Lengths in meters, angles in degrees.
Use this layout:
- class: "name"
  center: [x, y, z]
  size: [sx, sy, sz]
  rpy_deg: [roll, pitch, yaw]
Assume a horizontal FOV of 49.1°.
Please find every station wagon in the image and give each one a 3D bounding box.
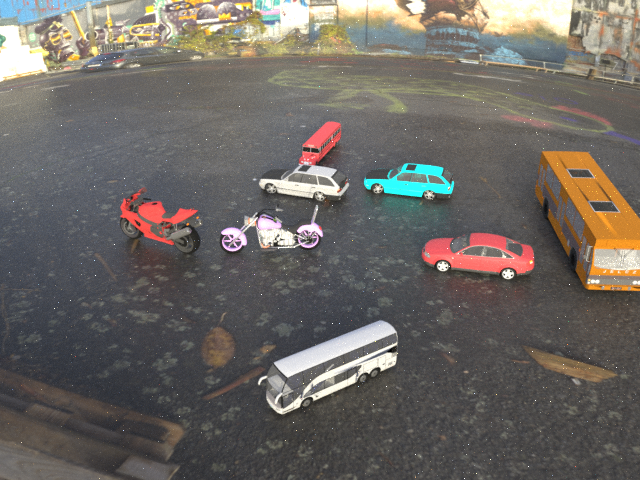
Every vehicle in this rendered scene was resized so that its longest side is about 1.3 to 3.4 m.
- class: "station wagon"
  center: [1.594, -1.097, 12.593]
  size: [1.597, 0.473, 0.682]
  rpy_deg: [7, 29, 14]
- class: "station wagon"
  center: [-0.305, -1.078, 12.558]
  size: [1.597, 0.473, 0.682]
  rpy_deg: [10, 30, 17]

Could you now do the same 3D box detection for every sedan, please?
- class: "sedan"
  center: [2.303, 0.178, 10.221]
  size: [1.613, 0.483, 0.635]
  rpy_deg: [6, 29, 12]

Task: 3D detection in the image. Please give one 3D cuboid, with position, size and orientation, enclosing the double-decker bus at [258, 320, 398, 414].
- class: "double-decker bus"
  center: [0.131, 1.423, 7.856]
  size: [1.672, 0.541, 0.389]
  rpy_deg: [-17, 33, -29]

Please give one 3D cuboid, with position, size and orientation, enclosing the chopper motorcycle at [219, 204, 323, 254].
- class: "chopper motorcycle"
  center: [-0.740, -0.164, 10.562]
  size: [1.563, 0.761, 0.466]
  rpy_deg: [-1, 28, -2]

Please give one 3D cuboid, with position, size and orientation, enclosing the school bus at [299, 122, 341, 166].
- class: "school bus"
  center: [0.007, -1.927, 14.171]
  size: [0.365, 0.434, 1.708]
  rpy_deg: [9, 30, 17]

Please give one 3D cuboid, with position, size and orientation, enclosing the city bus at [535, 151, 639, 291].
- class: "city bus"
  center: [4.110, -0.371, 10.805]
  size: [0.926, 0.894, 3.255]
  rpy_deg: [1, 28, 3]

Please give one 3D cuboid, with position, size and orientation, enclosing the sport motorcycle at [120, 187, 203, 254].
- class: "sport motorcycle"
  center: [-2.470, -0.273, 10.701]
  size: [1.520, 0.821, 0.506]
  rpy_deg: [13, 31, 23]
